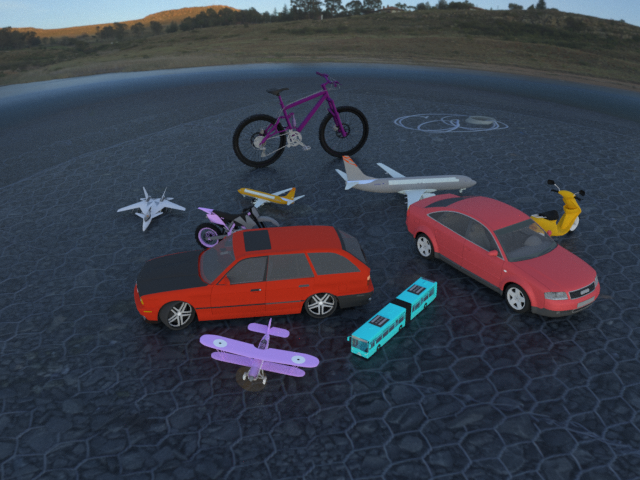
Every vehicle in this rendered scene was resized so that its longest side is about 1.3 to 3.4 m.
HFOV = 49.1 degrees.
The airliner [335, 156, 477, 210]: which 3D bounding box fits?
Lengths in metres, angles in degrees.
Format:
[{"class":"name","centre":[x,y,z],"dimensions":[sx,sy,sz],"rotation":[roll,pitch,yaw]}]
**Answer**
[{"class":"airliner","centre":[1.602,-1.170,12.501],"dimensions":[2.541,0.835,2.257],"rotation":[-4,27,-8]}]

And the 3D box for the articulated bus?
[{"class":"articulated bus","centre":[0.965,0.954,8.881],"dimensions":[0.311,0.289,1.749],"rotation":[18,32,32]}]

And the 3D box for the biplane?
[{"class":"biplane","centre":[-0.651,1.284,7.983],"dimensions":[1.336,0.504,1.090],"rotation":[3,27,7]}]

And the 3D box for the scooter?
[{"class":"scooter","centre":[3.656,-0.387,10.849],"dimensions":[1.399,0.919,0.662],"rotation":[-20,33,-34]}]

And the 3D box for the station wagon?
[{"class":"station wagon","centre":[-0.887,0.405,9.270],"dimensions":[3.105,0.920,1.327],"rotation":[-4,27,-8]}]

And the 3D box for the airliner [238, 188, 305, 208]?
[{"class":"airliner","centre":[-0.941,-0.845,12.306],"dimensions":[1.307,0.429,1.161],"rotation":[16,31,29]}]

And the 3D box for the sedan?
[{"class":"sedan","centre":[2.517,0.043,9.970],"dimensions":[1.235,0.940,3.137],"rotation":[-17,31,-30]}]

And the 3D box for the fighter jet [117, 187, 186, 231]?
[{"class":"fighter jet","centre":[-2.872,-0.526,11.830],"dimensions":[1.147,0.286,1.358],"rotation":[-1,27,-3]}]

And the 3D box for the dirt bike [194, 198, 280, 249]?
[{"class":"dirt bike","centre":[-1.193,-0.165,10.476],"dimensions":[1.493,0.857,0.527],"rotation":[7,27,13]}]

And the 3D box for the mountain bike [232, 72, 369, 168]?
[{"class":"mountain bike","centre":[-0.348,-2.337,13.874],"dimensions":[2.857,1.688,1.114],"rotation":[-9,28,-17]}]
